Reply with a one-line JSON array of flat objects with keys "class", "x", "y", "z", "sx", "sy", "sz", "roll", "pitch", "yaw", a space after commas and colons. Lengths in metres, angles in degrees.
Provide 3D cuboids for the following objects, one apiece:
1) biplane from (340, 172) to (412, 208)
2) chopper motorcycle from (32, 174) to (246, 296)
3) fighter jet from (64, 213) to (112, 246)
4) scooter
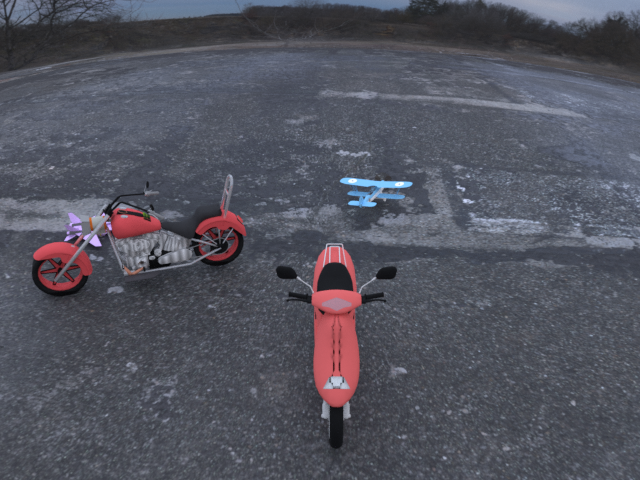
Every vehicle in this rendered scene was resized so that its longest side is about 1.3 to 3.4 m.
[{"class": "biplane", "x": 0.891, "y": -0.806, "z": 12.140, "sx": 1.336, "sy": 0.504, "sz": 1.090, "roll": 15, "pitch": 34, "yaw": 23}, {"class": "chopper motorcycle", "x": -2.567, "y": -0.075, "z": 9.985, "sx": 3.040, "sy": 1.480, "sz": 0.906, "roll": -9, "pitch": 32, "yaw": -15}, {"class": "fighter jet", "x": -3.454, "y": -0.264, "z": 11.453, "sx": 1.358, "sy": 0.286, "sz": 1.147, "roll": -4, "pitch": 31, "yaw": -7}, {"class": "scooter", "x": 0.177, "y": 0.882, "z": 8.103, "sx": 1.288, "sy": 1.786, "sz": 2.721, "roll": 0, "pitch": 31, "yaw": 0}]
